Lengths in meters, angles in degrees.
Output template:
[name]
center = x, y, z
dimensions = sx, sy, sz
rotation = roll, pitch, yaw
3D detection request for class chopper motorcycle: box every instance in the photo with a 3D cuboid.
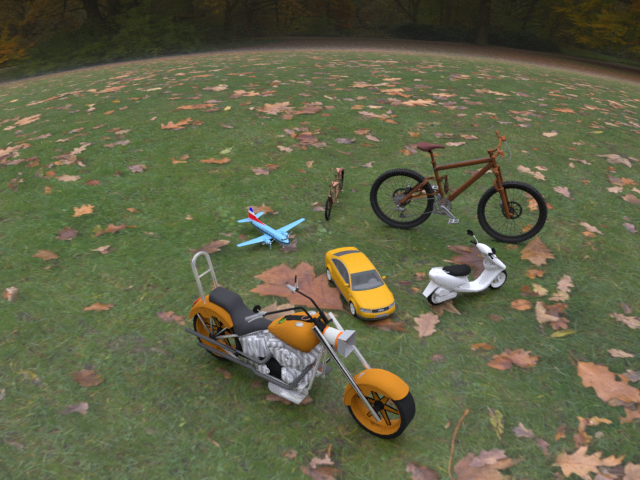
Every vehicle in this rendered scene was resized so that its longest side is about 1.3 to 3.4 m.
[chopper motorcycle]
center = -0.306, 1.166, 8.004
dimensions = 3.040, 1.480, 0.906
rotation = 18, 35, 28

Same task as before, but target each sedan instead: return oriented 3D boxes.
[sedan]
center = 0.561, 0.559, 10.054
dimensions = 0.635, 0.483, 1.613
rotation = -10, 31, -17

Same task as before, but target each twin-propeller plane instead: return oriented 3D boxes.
[twin-propeller plane]
center = -0.846, -0.194, 11.434
dimensions = 1.370, 0.407, 1.095
rotation = -24, 38, -35

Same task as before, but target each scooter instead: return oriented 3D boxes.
[scooter]
center = 2.091, 0.420, 9.859
dimensions = 1.399, 0.919, 0.662
rotation = -12, 32, -21

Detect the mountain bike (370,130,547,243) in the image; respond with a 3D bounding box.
[mountain bike]
center = 2.208, -0.816, 11.231
dimensions = 2.857, 1.688, 1.114
rotation = 8, 31, 14

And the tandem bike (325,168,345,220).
[tandem bike]
center = 0.271, -0.955, 12.479
dimensions = 0.283, 0.682, 1.642
rotation = 6, 31, 10
